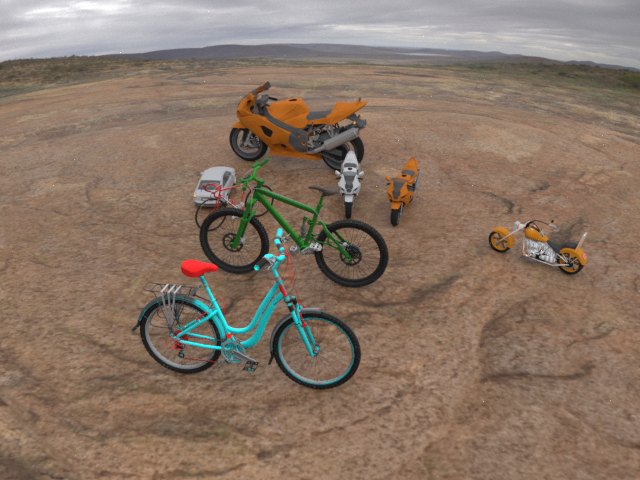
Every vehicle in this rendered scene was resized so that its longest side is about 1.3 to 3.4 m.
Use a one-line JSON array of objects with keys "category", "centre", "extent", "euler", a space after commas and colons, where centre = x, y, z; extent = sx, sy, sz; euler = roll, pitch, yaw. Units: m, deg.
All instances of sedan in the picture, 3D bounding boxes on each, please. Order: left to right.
[{"category": "sedan", "centre": [-1.965, -1.084, 13.149], "extent": [0.635, 0.483, 1.613], "euler": [2, 28, 3]}]

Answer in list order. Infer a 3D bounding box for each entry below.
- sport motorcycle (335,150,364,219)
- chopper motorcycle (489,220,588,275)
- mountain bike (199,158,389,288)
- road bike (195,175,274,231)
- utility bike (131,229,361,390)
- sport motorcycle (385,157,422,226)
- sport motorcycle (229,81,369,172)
[{"category": "sport motorcycle", "centre": [0.538, -1.018, 12.666], "extent": [0.506, 0.821, 1.520], "euler": [2, 28, 3]}, {"category": "chopper motorcycle", "centre": [3.347, 0.017, 10.780], "extent": [1.563, 0.761, 0.466], "euler": [22, 35, 35]}, {"category": "mountain bike", "centre": [-0.415, -0.158, 10.121], "extent": [2.857, 1.688, 1.114], "euler": [6, 29, 11]}, {"category": "road bike", "centre": [-1.447, -0.666, 11.969], "extent": [1.545, 0.852, 0.358], "euler": [-19, 33, -31]}, {"category": "utility bike", "centre": [-0.883, 0.808, 8.140], "extent": [2.791, 1.839, 1.039], "euler": [5, 28, 9]}, {"category": "sport motorcycle", "centre": [1.479, -0.870, 12.385], "extent": [0.506, 0.821, 1.520], "euler": [9, 29, 16]}, {"category": "sport motorcycle", "centre": [-0.479, -2.244, 14.149], "extent": [2.955, 1.596, 0.983], "euler": [8, 29, 15]}]
